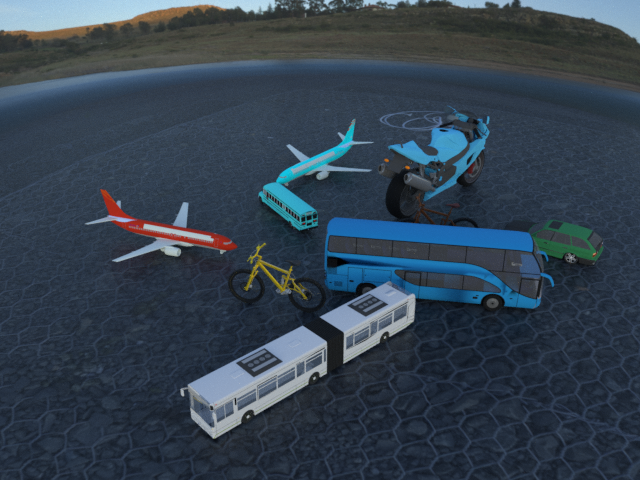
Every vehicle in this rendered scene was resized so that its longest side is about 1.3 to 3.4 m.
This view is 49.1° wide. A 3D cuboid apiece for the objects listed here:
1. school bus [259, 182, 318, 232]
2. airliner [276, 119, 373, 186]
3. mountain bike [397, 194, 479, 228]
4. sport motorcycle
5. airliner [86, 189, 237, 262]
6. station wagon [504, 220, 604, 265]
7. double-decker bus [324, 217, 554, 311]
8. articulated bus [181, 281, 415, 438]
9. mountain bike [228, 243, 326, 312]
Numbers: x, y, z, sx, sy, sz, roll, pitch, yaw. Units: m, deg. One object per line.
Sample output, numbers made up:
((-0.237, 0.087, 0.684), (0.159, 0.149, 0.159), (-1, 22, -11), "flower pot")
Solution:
((-0.616, -0.637, 12.684), (0.365, 0.434, 1.708), (-16, 32, -27), "school bus")
((-0.026, -1.796, 14.417), (2.257, 0.835, 2.541), (22, 35, 35), "airliner")
((1.901, -0.253, 11.512), (1.469, 0.868, 0.573), (-1, 28, -1), "mountain bike")
((2.212, -1.450, 12.970), (0.983, 1.596, 2.955), (25, 37, 38), "sport motorcycle")
((-2.541, -0.293, 11.621), (2.541, 0.835, 2.257), (9, 30, 17), "airliner")
((3.822, -0.053, 11.556), (1.597, 0.473, 0.682), (17, 33, 29), "station wagon")
((1.685, 0.343, 10.209), (3.251, 1.052, 0.756), (5, 29, 9), "double-decker bus")
((-0.110, 1.395, 8.771), (3.401, 0.561, 0.605), (-23, 36, -36), "articulated bus")
((-0.624, 0.586, 9.952), (1.469, 0.868, 0.573), (7, 29, 13), "mountain bike")
